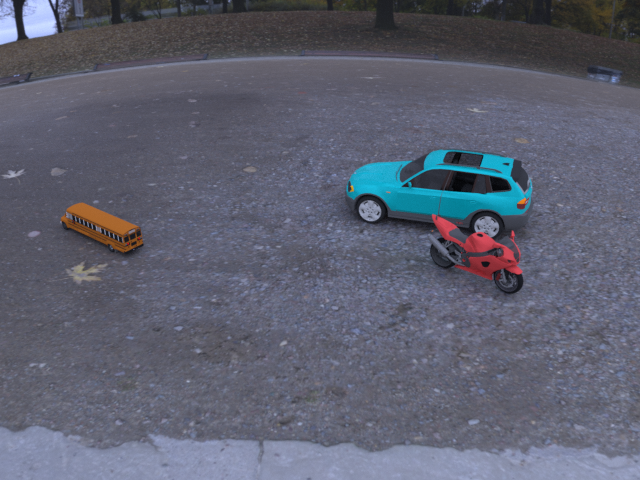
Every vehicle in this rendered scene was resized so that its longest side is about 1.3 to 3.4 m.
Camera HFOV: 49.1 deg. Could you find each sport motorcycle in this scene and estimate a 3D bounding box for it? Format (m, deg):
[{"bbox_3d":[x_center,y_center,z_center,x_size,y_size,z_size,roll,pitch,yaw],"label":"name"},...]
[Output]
[{"bbox_3d":[2.194,0.189,9.875,1.520,0.821,0.506,23,36,36],"label":"sport motorcycle"}]

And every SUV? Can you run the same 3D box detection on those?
[{"bbox_3d":[1.946,-0.883,11.520,3.058,1.128,1.276,9,30,16],"label":"SUV"}]

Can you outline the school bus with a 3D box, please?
[{"bbox_3d":[-3.481,-0.213,11.017,1.708,0.434,0.365,20,35,32],"label":"school bus"}]
